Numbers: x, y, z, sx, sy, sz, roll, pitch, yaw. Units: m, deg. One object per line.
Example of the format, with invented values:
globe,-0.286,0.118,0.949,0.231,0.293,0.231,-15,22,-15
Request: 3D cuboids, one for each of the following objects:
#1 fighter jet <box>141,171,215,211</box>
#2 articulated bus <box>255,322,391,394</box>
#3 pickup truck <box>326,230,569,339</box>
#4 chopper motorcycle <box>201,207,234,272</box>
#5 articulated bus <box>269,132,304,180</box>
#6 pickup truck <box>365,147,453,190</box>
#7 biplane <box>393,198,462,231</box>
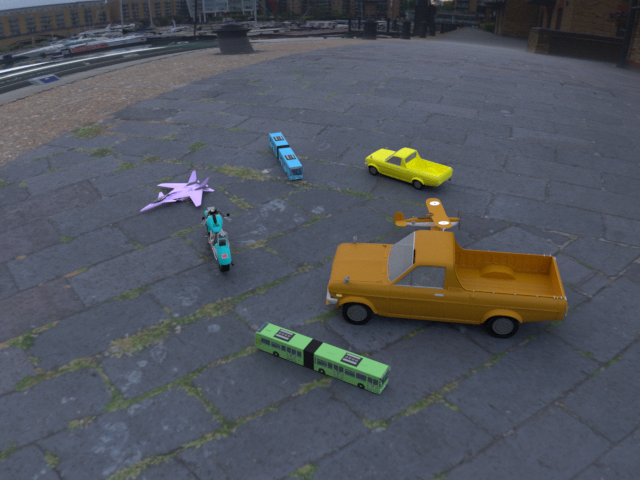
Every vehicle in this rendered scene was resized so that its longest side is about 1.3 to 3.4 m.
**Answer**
fighter jet,-2.550,-0.812,12.140,1.147,0.286,1.358,26,40,36
articulated bus,0.007,1.415,8.467,1.749,0.289,0.311,16,35,25
pickup truck,1.646,0.489,9.314,3.117,0.993,1.244,4,31,7
chopper motorcycle,-1.568,-0.138,10.572,0.466,0.761,1.563,-9,32,-14
articulated bus,-0.676,-1.642,13.507,0.311,0.289,1.749,-9,32,-14
pickup truck,1.612,-1.367,12.839,1.603,0.511,0.640,22,37,31
biplane,1.706,-0.311,11.104,1.090,0.504,1.336,0,31,0
